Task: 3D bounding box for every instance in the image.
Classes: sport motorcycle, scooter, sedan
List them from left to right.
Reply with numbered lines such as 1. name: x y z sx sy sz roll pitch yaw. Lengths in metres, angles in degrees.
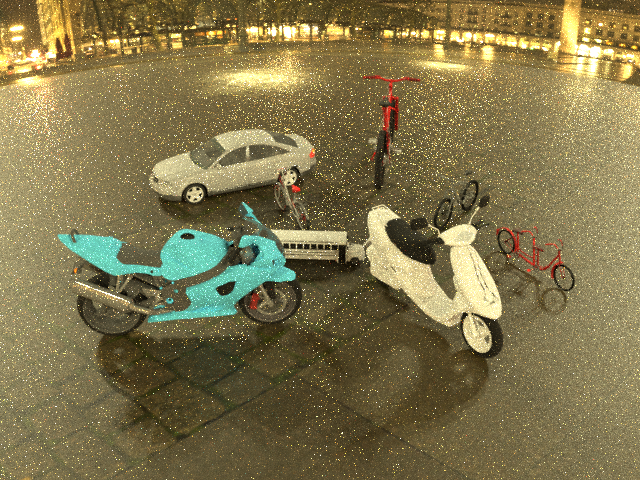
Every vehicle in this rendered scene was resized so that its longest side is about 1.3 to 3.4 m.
1. sport motorcycle: -1.704 0.473 8.949 2.955 1.596 0.983 -3 30 -5
2. sedan: -1.610 -1.476 13.067 3.137 0.940 1.235 -12 32 -21
3. scooter: 1.437 0.240 9.169 1.288 1.786 2.721 -18 34 -29

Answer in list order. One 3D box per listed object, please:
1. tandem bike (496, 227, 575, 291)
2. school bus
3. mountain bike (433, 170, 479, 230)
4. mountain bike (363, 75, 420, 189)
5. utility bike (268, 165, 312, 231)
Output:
1. tandem bike: 3.198 0.154 10.445 0.283 0.682 1.642 -15 33 -25
2. school bus: -0.162 0.098 10.794 1.708 0.434 0.365 2 29 3
3. mountain bike: 2.329 -0.739 11.836 0.573 0.868 1.469 22 36 33
4. mountain bike: 1.291 -2.172 13.540 1.114 1.688 2.857 5 30 9
5. utility bike: -0.532 -0.709 11.703 0.535 0.946 1.435 -14 32 -23
